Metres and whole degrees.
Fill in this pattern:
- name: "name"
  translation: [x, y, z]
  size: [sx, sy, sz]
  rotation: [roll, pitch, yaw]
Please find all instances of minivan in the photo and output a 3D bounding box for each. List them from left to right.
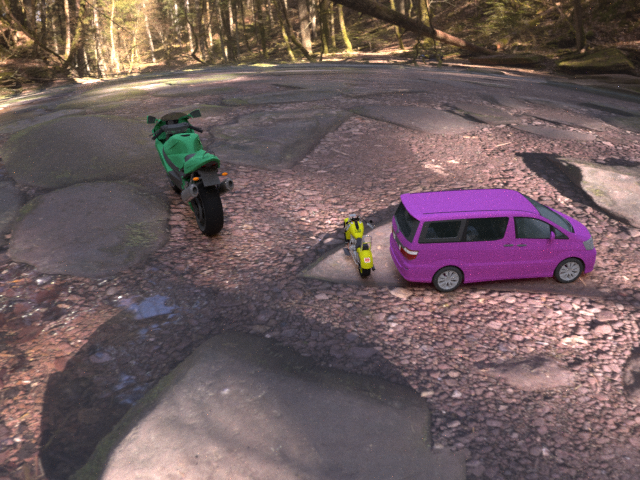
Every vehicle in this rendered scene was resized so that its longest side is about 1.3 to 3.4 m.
- name: "minivan"
  translation: [2.582, -0.081, 10.361]
  size: [3.011, 1.197, 1.324]
  rotation: [-4, 28, -7]

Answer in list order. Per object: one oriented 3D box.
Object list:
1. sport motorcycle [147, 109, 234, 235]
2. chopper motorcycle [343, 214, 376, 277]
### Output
- name: "sport motorcycle"
  translation: [-2.267, -1.234, 12.152]
  size: [0.983, 1.596, 2.955]
  rotation: [-12, 30, -22]
- name: "chopper motorcycle"
  translation: [0.571, -0.046, 10.766]
  size: [0.466, 0.761, 1.563]
  rotation: [-4, 28, -8]
